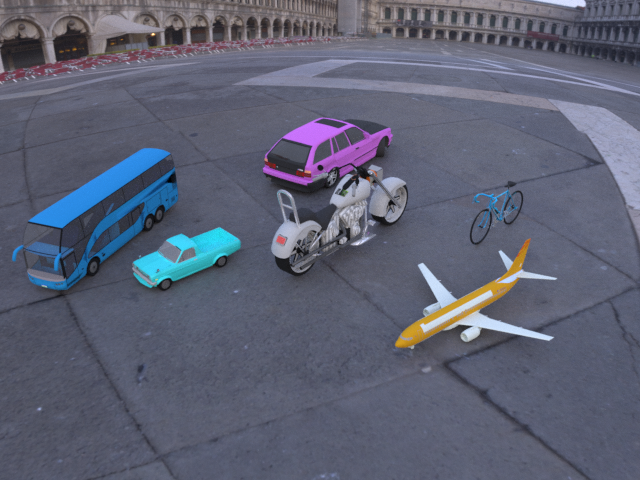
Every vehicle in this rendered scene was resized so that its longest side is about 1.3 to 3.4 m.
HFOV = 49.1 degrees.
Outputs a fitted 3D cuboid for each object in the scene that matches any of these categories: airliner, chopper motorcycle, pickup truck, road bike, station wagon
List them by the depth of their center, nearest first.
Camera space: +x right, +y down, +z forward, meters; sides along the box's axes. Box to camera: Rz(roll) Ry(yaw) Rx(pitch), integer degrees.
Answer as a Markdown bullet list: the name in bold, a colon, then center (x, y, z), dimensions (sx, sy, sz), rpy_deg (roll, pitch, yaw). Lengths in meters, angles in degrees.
- **airliner**: center (1.925, 0.708, 9.137), dimensions (2.541, 0.835, 2.257), rpy_deg (-21, 35, -33)
- **pickup truck**: center (-1.961, 0.205, 10.367), dimensions (1.603, 0.511, 0.640), rpy_deg (-24, 37, -35)
- **chopper motorcycle**: center (0.410, -0.523, 10.676), dimensions (0.906, 1.480, 3.040), rpy_deg (23, 37, 35)
- **road bike**: center (2.868, -0.483, 11.247), dimensions (0.358, 0.852, 1.545), rpy_deg (26, 38, 38)
- **station wagon**: center (0.249, -1.873, 13.659), dimensions (1.327, 0.920, 3.105), rpy_deg (19, 35, 31)

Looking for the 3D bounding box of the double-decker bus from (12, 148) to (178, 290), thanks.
- **double-decker bus**: center (-3.319, -0.384, 10.864), dimensions (0.756, 1.052, 3.251), rpy_deg (10, 31, 18)
